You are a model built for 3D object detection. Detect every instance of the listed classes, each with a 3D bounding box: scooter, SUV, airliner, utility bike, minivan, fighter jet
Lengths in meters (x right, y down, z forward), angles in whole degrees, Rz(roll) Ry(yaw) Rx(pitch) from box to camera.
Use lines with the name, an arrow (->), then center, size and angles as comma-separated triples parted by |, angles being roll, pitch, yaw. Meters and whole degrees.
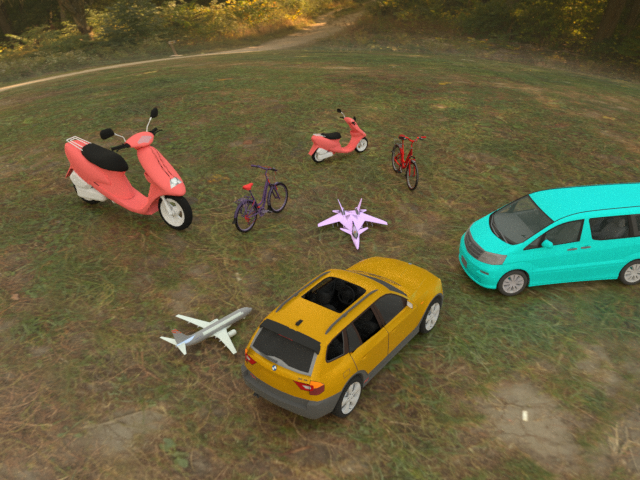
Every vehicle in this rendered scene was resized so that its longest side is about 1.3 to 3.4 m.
scooter -> -3.248, -1.208, 11.556 | 2.721, 1.786, 1.288 | 16, 33, 25
SUV -> 0.381, 0.928, 8.448 | 1.276, 1.128, 3.058 | 20, 35, 31
airliner -> -1.361, 1.052, 8.940 | 1.161, 0.429, 1.307 | 25, 38, 36
utility bike -> -1.019, -0.732, 11.569 | 0.535, 0.946, 1.435 | 19, 35, 30
scooter -> 0.389, -2.070, 13.961 | 1.399, 0.919, 0.662 | -17, 34, -27
minivan -> 3.565, -0.072, 10.147 | 3.011, 1.197, 1.324 | -4, 30, -8
fighter jet -> 0.545, -0.266, 11.414 | 1.147, 0.286, 1.358 | -2, 30, -3
utility bike -> 1.630, -1.564, 13.038 | 0.535, 0.946, 1.435 | -7, 30, -12
